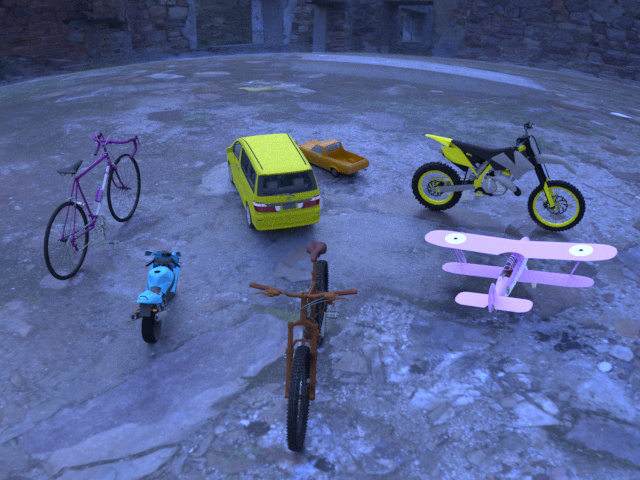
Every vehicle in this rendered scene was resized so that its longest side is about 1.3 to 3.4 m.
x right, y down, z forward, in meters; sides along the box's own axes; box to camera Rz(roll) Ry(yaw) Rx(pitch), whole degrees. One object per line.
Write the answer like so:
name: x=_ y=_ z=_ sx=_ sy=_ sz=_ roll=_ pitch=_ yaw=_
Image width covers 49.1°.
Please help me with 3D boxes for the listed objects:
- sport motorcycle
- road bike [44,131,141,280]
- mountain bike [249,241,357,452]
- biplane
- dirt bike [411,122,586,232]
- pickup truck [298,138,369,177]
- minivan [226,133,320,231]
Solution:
sport motorcycle: x=-2.141 y=0.697 z=9.335 sx=0.506 sy=0.821 sz=1.520 roll=1 pitch=29 yaw=2
road bike: x=-3.485 y=-0.646 z=10.873 sx=0.696 sy=1.656 sz=3.004 roll=6 pitch=30 yaw=11
mountain bike: x=-0.113 y=0.964 z=7.976 sx=1.114 sy=1.688 sz=2.857 roll=3 pitch=30 yaw=6
biplane: x=2.573 y=0.436 z=9.636 sx=2.598 sy=0.981 sz=2.120 roll=14 pitch=32 yaw=24
dirt bike: x=2.948 y=-1.069 z=11.613 sx=2.903 sy=1.666 sz=1.024 roll=12 pitch=31 yaw=20
pickup truck: x=0.222 y=-1.684 z=13.886 sx=0.640 sy=0.511 sz=1.603 roll=-25 pitch=38 yaw=-37
minivan: x=-0.893 y=-1.225 z=12.370 sx=1.324 sy=1.197 sz=3.011 roll=-8 pitch=30 yaw=-14
